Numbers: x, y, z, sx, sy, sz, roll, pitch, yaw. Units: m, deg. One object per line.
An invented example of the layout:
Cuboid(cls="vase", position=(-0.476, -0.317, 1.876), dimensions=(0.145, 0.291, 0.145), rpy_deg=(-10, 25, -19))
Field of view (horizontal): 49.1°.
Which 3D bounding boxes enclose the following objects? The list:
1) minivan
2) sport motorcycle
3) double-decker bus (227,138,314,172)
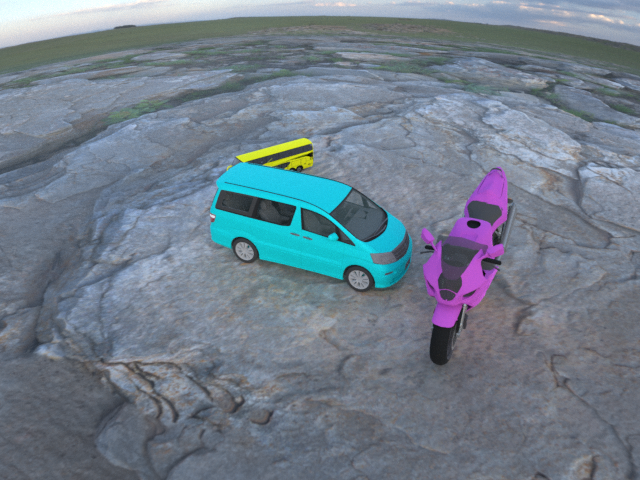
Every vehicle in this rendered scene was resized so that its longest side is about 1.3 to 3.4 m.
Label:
Cuboid(cls="minivan", position=(-0.123, -0.250, 10.327), dimensions=(3.011, 1.197, 1.324), rpy_deg=(13, 34, 20))
Cuboid(cls="sport motorcycle", position=(1.944, 0.271, 9.098), dimensions=(0.983, 1.596, 2.955), rpy_deg=(13, 34, 20))
Cuboid(cls="double-decker bus", position=(-0.882, -1.413, 12.846), dimensions=(1.672, 0.541, 0.389), rpy_deg=(-20, 37, -29))
